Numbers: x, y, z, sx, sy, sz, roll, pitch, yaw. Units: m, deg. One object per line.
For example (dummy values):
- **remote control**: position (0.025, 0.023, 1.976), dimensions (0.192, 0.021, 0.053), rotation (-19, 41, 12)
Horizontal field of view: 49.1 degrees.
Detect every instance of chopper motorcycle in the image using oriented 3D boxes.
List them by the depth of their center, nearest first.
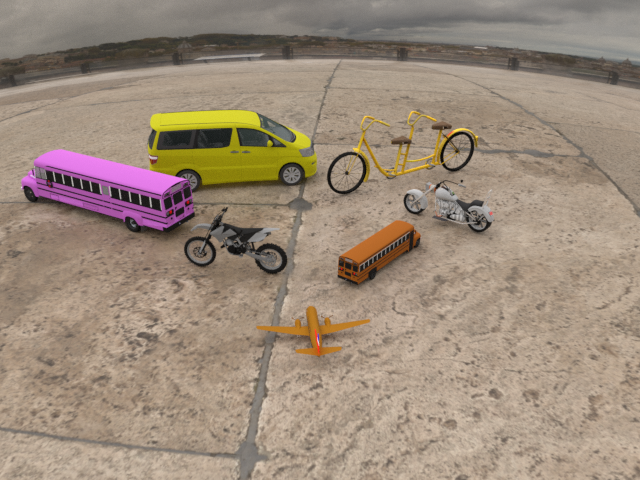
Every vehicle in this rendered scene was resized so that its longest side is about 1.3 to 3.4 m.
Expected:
- **chopper motorcycle**: position (2.020, -0.617, 11.044), dimensions (1.563, 0.761, 0.466), rotation (21, 34, 34)

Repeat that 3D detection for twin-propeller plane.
- **twin-propeller plane**: position (-0.065, 1.024, 8.282), dimensions (1.370, 0.407, 1.095), rotation (-3, 28, -5)

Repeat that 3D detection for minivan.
- **minivan**: position (-1.557, -1.675, 12.601), dimensions (3.011, 1.197, 1.324), rotation (-5, 28, -9)

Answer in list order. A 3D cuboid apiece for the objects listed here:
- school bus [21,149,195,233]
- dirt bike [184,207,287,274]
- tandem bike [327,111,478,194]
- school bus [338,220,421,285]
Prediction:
- **school bus**: position (-3.571, -0.842, 11.385), dimensions (3.322, 0.844, 0.709), rotation (15, 31, 26)
- **dirt bike**: position (-1.186, 0.042, 9.677), dimensions (1.493, 0.857, 0.527), rotation (5, 28, 9)
- **tandem bike**: position (1.540, -1.641, 12.396), dimensions (3.192, 1.326, 0.550), rotation (-14, 30, -24)
- **school bus**: position (0.894, 0.128, 9.970), dimensions (0.365, 0.434, 1.708), rotation (20, 34, 33)
